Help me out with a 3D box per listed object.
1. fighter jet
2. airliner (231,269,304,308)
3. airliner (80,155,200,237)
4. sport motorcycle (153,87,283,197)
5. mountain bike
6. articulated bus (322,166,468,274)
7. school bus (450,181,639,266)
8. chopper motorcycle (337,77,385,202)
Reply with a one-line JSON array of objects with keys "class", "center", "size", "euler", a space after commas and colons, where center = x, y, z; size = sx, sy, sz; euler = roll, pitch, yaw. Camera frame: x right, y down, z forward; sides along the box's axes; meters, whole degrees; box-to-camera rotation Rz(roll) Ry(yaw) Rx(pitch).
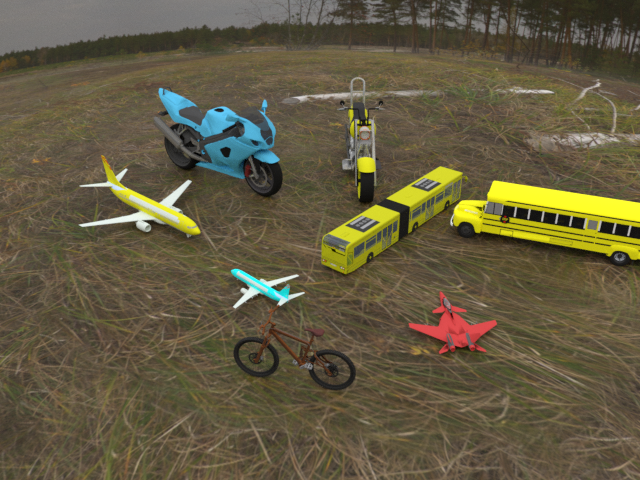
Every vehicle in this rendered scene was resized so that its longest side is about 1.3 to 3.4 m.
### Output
[{"class": "fighter jet", "center": [1.722, 0.976, 9.164], "size": [1.147, 0.286, 1.358], "euler": [-2, 29, -3]}, {"class": "airliner", "center": [-0.835, 0.569, 9.741], "size": [1.161, 0.429, 1.307], "euler": [-26, 38, -38]}, {"class": "airliner", "center": [-2.856, -0.717, 11.613], "size": [2.541, 0.835, 2.257], "euler": [23, 36, 34]}, {"class": "sport motorcycle", "center": [-1.850, -1.819, 12.795], "size": [2.955, 1.596, 0.983], "euler": [21, 35, 32]}, {"class": "mountain bike", "center": [-0.305, 1.290, 8.014], "size": [1.469, 0.868, 0.573], "euler": [7, 30, 13]}, {"class": "articulated bus", "center": [1.273, -0.397, 11.323], "size": [0.605, 0.561, 3.401], "euler": [22, 36, 33]}, {"class": "school bus", "center": [3.722, -0.295, 10.853], "size": [3.322, 0.844, 0.709], "euler": [11, 31, 19]}, {"class": "chopper motorcycle", "center": [0.776, -1.924, 13.100], "size": [0.906, 1.480, 3.040], "euler": [-1, 29, -1]}]
